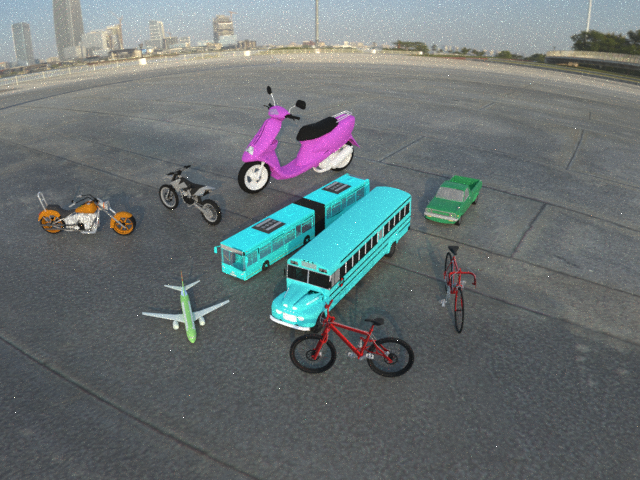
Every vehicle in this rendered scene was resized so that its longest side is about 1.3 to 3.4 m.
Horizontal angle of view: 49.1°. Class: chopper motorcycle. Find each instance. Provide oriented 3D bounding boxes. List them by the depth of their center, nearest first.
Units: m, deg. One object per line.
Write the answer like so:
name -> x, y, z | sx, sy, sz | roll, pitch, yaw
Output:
chopper motorcycle -> -3.818, -0.430, 11.421 | 1.563, 0.761, 0.466 | 0, 28, 0

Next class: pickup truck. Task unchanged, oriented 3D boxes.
pickup truck -> 2.372, -0.771, 12.338 | 0.640, 0.511, 1.603 | 14, 31, 24

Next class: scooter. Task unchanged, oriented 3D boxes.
scooter -> -0.372, -1.943, 13.195 | 2.721, 1.786, 1.288 | -18, 33, -30

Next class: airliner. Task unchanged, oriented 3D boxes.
airliner -> -1.764, 0.885, 9.276 | 1.161, 0.429, 1.307 | -7, 29, -14

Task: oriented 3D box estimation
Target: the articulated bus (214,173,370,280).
articulated bus -> -0.306, -0.296, 11.381 | 0.605, 0.561, 3.401 | 19, 33, 32

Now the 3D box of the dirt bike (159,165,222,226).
dirt bike -> -2.259, -0.780, 11.982 | 1.493, 0.857, 0.527 | 19, 33, 32

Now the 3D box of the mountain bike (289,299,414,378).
mountain bike -> 0.371, 1.223, 8.164 | 1.469, 0.868, 0.573 | 2, 28, 4

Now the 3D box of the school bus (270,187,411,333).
school bus -> 0.383, 0.195, 10.143 | 0.709, 0.844, 3.322 | 14, 31, 25

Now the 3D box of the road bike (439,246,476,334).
road bike -> 1.808, 0.576, 9.411 | 0.358, 0.852, 1.545 | 1, 28, 1
